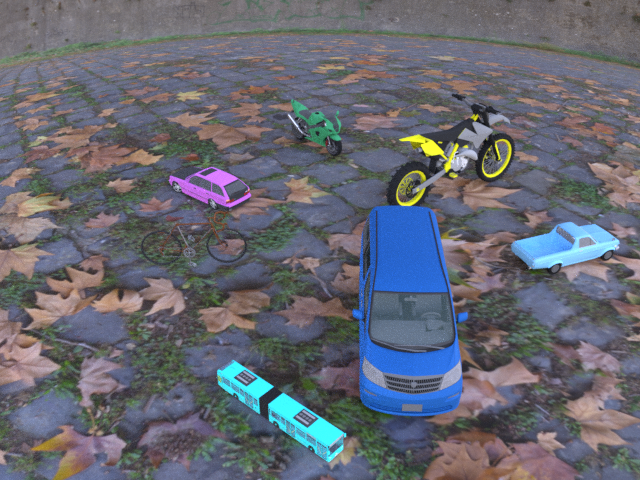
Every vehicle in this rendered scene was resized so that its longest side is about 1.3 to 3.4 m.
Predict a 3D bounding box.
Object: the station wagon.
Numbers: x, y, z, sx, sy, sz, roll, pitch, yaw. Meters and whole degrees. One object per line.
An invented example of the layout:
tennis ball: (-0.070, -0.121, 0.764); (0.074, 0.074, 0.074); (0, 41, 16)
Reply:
station wagon: (-1.942, -0.984, 12.147); (1.597, 0.473, 0.682); (24, 39, 33)

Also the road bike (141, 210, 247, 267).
road bike: (-1.848, -0.007, 10.216); (1.545, 0.852, 0.358); (-2, 32, -3)

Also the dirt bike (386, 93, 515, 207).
dirt bike: (2.295, -1.486, 11.824); (2.903, 1.666, 1.024); (-20, 37, -28)

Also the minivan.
minivan: (1.060, 0.754, 8.666); (1.324, 1.197, 3.011); (1, 32, 2)

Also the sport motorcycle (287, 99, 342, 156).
sport motorcycle: (-0.080, -2.223, 13.810); (0.506, 0.821, 1.520); (-24, 39, -33)

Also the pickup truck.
pickup truck: (3.663, 0.064, 10.426); (1.603, 0.511, 0.640); (-12, 34, -18)

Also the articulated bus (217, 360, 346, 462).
articulated bus: (-0.465, 1.861, 7.745); (1.749, 0.289, 0.311); (25, 40, 34)
